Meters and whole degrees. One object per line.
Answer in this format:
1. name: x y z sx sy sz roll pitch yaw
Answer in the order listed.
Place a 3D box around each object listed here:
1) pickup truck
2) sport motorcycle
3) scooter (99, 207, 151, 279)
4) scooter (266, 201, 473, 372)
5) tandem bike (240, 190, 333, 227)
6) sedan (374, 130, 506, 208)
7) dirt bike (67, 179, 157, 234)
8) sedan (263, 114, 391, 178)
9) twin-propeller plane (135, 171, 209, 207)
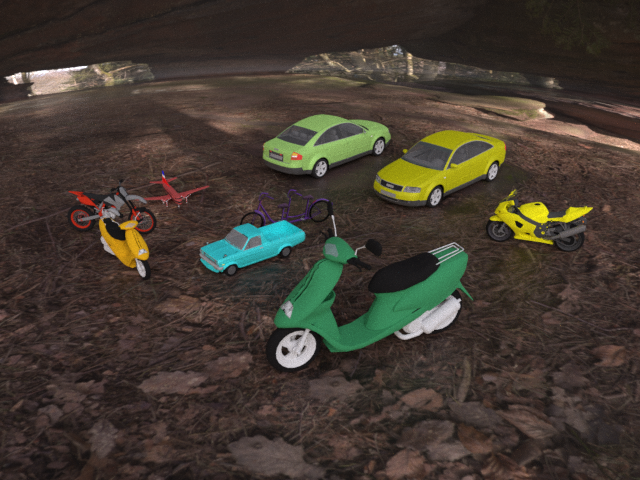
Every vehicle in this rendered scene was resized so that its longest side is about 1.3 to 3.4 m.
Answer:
1. pickup truck: -1.007 0.044 10.566 1.603 0.511 0.640 -19 32 -33
2. sport motorcycle: 3.362 -0.269 10.849 1.520 0.821 0.506 9 28 17
3. scooter: -2.884 -0.032 10.259 0.662 0.919 1.399 -22 34 -37
4. scooter: 0.635 0.530 8.141 2.721 1.786 1.288 -11 28 -21
5. tandem bike: -0.533 -0.502 11.478 1.642 0.682 0.283 -11 28 -21
6. sedan: 2.294 -1.458 13.124 3.137 0.940 1.235 -24 35 -39
7. dirt bike: -3.380 -0.507 11.289 1.493 0.857 0.527 3 26 5
8. sedan: 0.212 -2.078 14.378 1.235 0.940 3.137 23 34 38
9. twin-propeller plane: -2.684 -0.915 12.624 1.370 0.407 1.095 -13 29 -25
